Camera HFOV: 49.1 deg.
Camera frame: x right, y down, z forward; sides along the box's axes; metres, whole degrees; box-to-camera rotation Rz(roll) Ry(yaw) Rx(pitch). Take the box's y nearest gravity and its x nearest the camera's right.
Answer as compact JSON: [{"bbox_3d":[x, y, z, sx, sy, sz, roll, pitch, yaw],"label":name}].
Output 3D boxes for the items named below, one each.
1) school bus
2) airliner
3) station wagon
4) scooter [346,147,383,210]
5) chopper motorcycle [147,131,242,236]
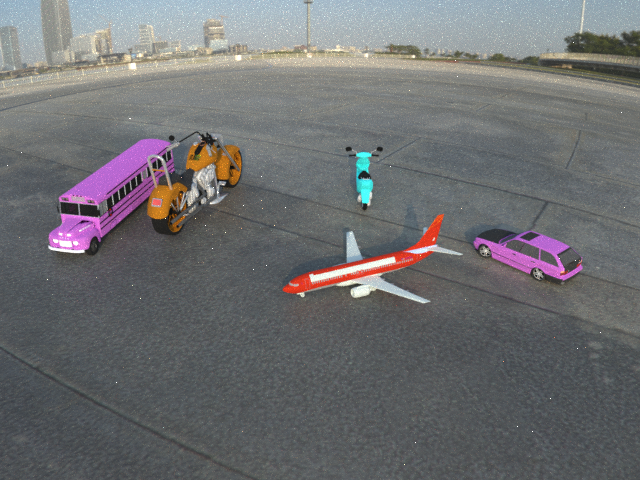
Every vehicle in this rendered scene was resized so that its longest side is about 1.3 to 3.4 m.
[{"bbox_3d":[-3.430,-0.787,11.753,0.709,0.844,3.322,6,27,12],"label":"school bus"},{"bbox_3d":[0.657,0.227,9.754,2.541,0.835,2.257,-11,29,-21],"label":"airliner"},{"bbox_3d":[3.038,0.138,10.331,0.682,0.473,1.597,-22,34,-36],"label":"station wagon"},{"bbox_3d":[0.780,-1.159,12.408,0.662,0.919,1.399,0,27,0],"label":"scooter"},{"bbox_3d":[-2.031,-1.182,11.831,0.906,1.480,3.040,8,28,16],"label":"chopper motorcycle"}]
